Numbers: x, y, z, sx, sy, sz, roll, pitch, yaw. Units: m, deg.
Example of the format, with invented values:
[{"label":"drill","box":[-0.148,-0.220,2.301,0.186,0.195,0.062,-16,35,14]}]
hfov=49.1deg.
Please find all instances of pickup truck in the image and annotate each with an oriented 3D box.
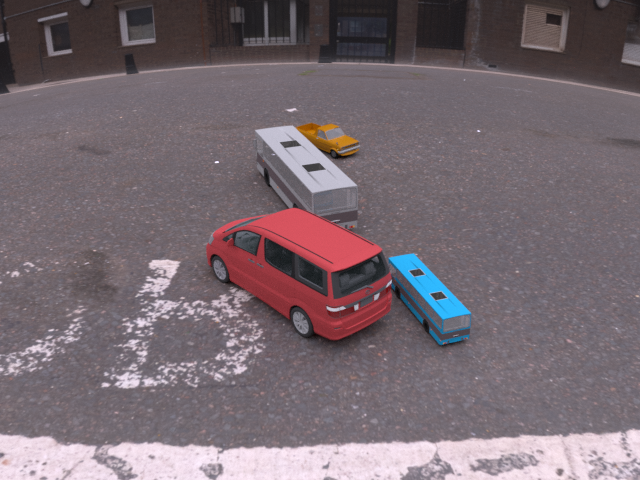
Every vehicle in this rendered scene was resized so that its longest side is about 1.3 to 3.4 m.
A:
[{"label":"pickup truck","box":[0.131,-2.232,15.155,0.640,0.511,1.603,-22,35,-36]}]

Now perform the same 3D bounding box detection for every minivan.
[{"label":"minivan","box":[-0.403,0.258,9.752,1.324,1.197,3.011,-23,36,-36]}]

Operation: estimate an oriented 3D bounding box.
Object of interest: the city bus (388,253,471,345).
[{"label":"city bus","box":[1.445,0.790,9.537,0.476,0.460,1.674,-9,29,-17]}]

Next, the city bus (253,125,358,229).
[{"label":"city bus","box":[-0.330,-1.118,12.657,0.926,0.894,3.255,-10,30,-19]}]
